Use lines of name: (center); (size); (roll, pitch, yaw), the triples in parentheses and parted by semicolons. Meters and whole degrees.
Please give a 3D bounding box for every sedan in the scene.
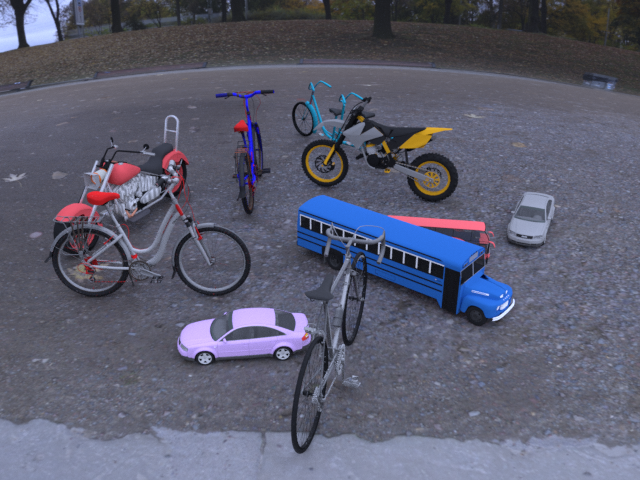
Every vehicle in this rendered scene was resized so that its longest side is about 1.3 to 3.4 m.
sedan: (-0.918, 1.121, 8.489); (1.613, 0.483, 0.635); (-3, 28, -5)
sedan: (3.460, -0.402, 11.417); (0.635, 0.483, 1.613); (11, 30, 21)

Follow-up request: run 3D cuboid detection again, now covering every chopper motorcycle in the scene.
chopper motorcycle: (-3.174, -0.949, 11.389); (0.906, 1.480, 3.040); (13, 30, 24)

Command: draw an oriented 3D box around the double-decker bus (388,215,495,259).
double-decker bus: (1.800, -0.034, 10.647); (1.672, 0.541, 0.389); (4, 28, 8)

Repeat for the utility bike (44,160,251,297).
utility bike: (-2.329, -0.108, 9.382); (2.791, 1.839, 1.039); (0, 27, 0)

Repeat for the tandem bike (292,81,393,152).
tandem bike: (0.432, -2.480, 14.500); (0.550, 1.326, 3.192); (-22, 35, -36)

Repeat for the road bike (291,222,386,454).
road bike: (0.169, 0.904, 7.635); (0.696, 1.656, 3.004); (8, 28, 14)

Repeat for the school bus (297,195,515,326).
school bus: (1.133, 0.217, 9.837); (3.322, 0.844, 0.709); (21, 34, 34)

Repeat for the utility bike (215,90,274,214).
utility bike: (-1.329, -1.665, 12.378); (1.039, 1.839, 2.791); (1, 27, 1)

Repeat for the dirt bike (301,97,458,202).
dirt bike: (1.025, -1.577, 12.396); (2.903, 1.666, 1.024); (9, 29, 17)
